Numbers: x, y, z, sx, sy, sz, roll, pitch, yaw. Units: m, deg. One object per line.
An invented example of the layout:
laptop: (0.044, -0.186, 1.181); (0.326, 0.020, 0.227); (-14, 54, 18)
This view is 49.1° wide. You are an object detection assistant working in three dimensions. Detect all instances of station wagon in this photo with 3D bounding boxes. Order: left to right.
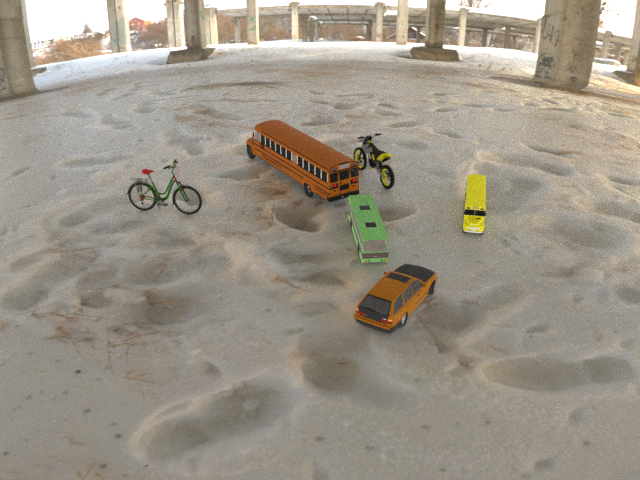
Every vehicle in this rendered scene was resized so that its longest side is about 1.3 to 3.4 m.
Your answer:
station wagon: (1.099, 0.705, 9.750); (0.682, 0.473, 1.597); (16, 32, 28)

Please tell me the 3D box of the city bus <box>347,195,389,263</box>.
city bus: (0.772, -0.188, 11.431); (0.476, 0.460, 1.674); (-3, 28, -5)

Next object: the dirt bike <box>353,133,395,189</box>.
dirt bike: (1.035, -1.586, 13.621); (0.527, 0.857, 1.493); (-13, 31, -23)

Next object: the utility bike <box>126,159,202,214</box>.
utility bike: (-2.758, -0.944, 12.328); (1.435, 0.946, 0.535); (5, 29, 10)

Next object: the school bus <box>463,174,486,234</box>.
school bus: (2.723, -0.636, 12.295); (0.365, 0.434, 1.708); (6, 29, 11)

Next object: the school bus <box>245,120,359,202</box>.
school bus: (-0.460, -1.637, 13.729); (0.709, 0.844, 3.322); (-17, 33, -29)
